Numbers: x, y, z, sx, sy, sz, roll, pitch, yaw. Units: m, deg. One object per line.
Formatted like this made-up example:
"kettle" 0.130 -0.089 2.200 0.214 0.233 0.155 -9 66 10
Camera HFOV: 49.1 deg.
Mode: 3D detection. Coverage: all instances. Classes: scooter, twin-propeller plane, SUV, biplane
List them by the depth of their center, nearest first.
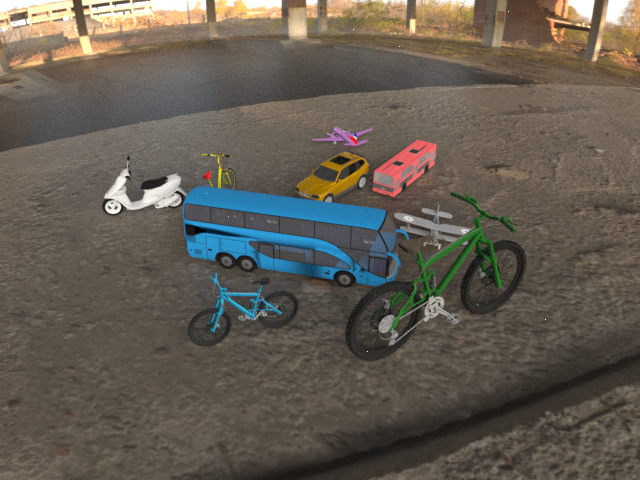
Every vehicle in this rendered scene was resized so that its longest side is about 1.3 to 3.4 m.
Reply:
"biplane" 1.825 -0.196 10.920 1.336 0.504 1.090 5 32 9
"scooter" -2.945 -0.883 11.647 1.399 0.919 0.662 -8 32 -13
"SUV" 0.233 -1.095 12.320 0.656 0.580 1.572 24 39 33
"twin-propeller plane" 0.510 -2.139 14.197 1.370 0.407 1.095 -13 34 -21

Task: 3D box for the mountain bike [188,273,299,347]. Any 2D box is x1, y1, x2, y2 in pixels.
"mountain bike" -0.959 0.866 8.830 1.469 0.868 0.573 -13 34 -20

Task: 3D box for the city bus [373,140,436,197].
"city bus" 1.566 -1.303 12.775 0.476 0.460 1.674 19 36 28

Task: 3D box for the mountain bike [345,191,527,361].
"mountain bike" 1.536 0.485 8.667 2.857 1.688 1.114 -18 36 -26

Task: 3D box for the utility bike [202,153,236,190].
"utility bike" -1.772 -0.948 11.727 0.535 0.946 1.435 9 32 14

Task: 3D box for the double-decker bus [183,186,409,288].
"double-decker bus" -0.380 -0.048 10.151 3.251 1.052 0.756 8 32 13
